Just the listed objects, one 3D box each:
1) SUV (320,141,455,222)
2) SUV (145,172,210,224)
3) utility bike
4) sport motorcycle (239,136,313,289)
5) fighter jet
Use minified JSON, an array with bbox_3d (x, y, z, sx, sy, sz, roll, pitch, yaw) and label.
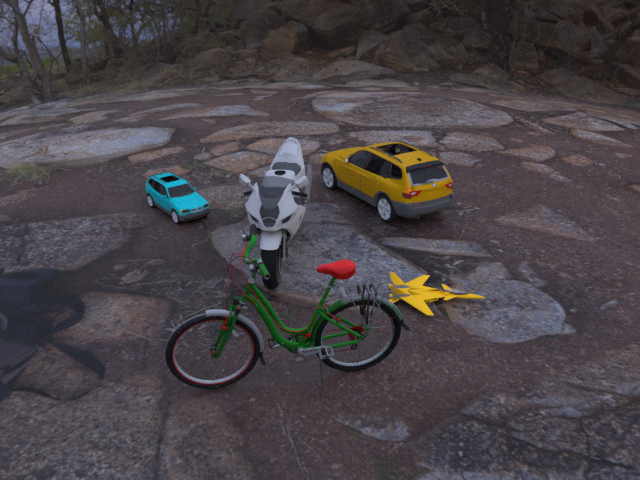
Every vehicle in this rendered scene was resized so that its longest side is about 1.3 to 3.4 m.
[{"bbox_3d":[1.179,-1.278,13.041,1.276,1.128,3.058,-14,28,-28],"label":"SUV"},{"bbox_3d":[-2.603,-0.797,12.655,0.656,0.580,1.572,-18,31,-34],"label":"SUV"},{"bbox_3d":[-0.297,0.839,7.622,2.791,1.839,1.039,-5,25,-11],"label":"utility bike"},{"bbox_3d":[-0.594,-0.503,10.810,0.983,1.596,2.955,2,25,4],"label":"sport motorcycle"},{"bbox_3d":[1.626,0.699,9.772,1.358,0.286,1.147,2,25,5],"label":"fighter jet"}]
